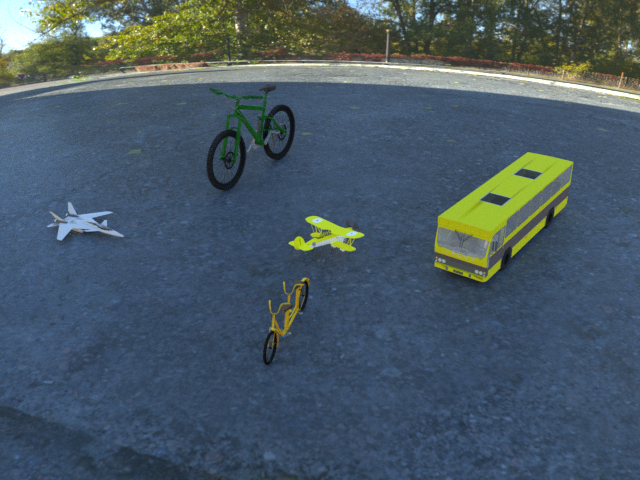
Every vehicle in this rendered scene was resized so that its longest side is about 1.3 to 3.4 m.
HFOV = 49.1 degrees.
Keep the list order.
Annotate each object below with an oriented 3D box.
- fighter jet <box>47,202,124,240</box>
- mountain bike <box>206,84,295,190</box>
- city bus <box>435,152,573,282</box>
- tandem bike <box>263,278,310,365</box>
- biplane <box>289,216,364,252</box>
[{"bbox_3d":[-3.648,-0.275,11.125,1.358,0.286,1.147,14,30,24],"label":"fighter jet"},{"bbox_3d":[-1.239,-2.046,13.035,1.114,1.688,2.857,14,30,25],"label":"mountain bike"},{"bbox_3d":[2.884,-0.411,10.726,0.926,0.894,3.255,19,33,32],"label":"city bus"},{"bbox_3d":[-0.390,0.847,8.515,0.283,0.682,1.642,8,28,15],"label":"tandem bike"},{"bbox_3d":[0.066,-0.028,10.408,1.090,0.504,1.336,-17,32,-30],"label":"biplane"}]
